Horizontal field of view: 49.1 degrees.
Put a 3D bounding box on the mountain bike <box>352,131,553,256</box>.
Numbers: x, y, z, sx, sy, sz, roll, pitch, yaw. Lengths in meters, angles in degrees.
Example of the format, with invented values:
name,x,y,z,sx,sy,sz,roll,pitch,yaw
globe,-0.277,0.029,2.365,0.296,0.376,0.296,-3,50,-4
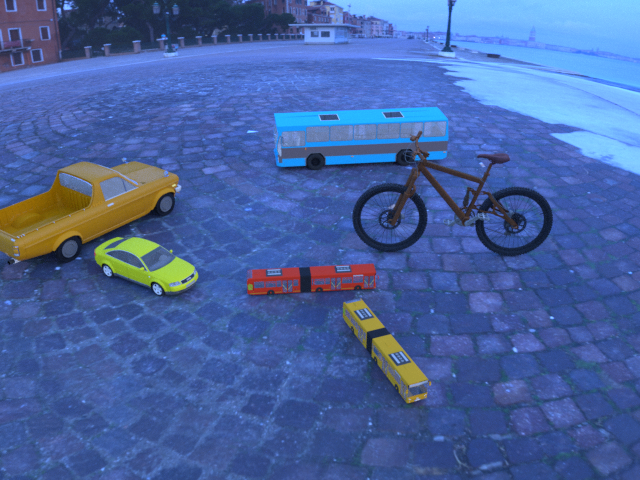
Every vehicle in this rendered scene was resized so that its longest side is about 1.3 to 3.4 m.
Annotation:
name,x,y,z,sx,sy,sz,roll,pitch,yaw
mountain bike,1.895,-0.554,9.957,2.857,1.688,1.114,2,28,4

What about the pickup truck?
name,x,y,z,sx,sy,sz,roll,pitch,yaw
pickup truck,-3.616,-0.581,10.742,1.244,0.993,3.117,19,34,31

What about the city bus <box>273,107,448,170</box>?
name,x,y,z,sx,sy,sz,roll,pitch,yaw
city bus,0.758,-1.940,13.383,3.255,0.894,0.926,-3,28,-6

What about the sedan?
name,x,y,z,sx,sy,sz,roll,pitch,yaw
sedan,-2.403,0.300,9.639,1.613,0.483,0.635,16,32,28

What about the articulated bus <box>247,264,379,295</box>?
name,x,y,z,sx,sy,sz,roll,pitch,yaw
articulated bus,-0.103,0.529,9.417,1.749,0.289,0.311,-3,28,-5

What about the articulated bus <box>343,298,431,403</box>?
name,x,y,z,sx,sy,sz,roll,pitch,yaw
articulated bus,0.719,1.236,8.098,0.311,0.289,1.749,-11,30,-19
